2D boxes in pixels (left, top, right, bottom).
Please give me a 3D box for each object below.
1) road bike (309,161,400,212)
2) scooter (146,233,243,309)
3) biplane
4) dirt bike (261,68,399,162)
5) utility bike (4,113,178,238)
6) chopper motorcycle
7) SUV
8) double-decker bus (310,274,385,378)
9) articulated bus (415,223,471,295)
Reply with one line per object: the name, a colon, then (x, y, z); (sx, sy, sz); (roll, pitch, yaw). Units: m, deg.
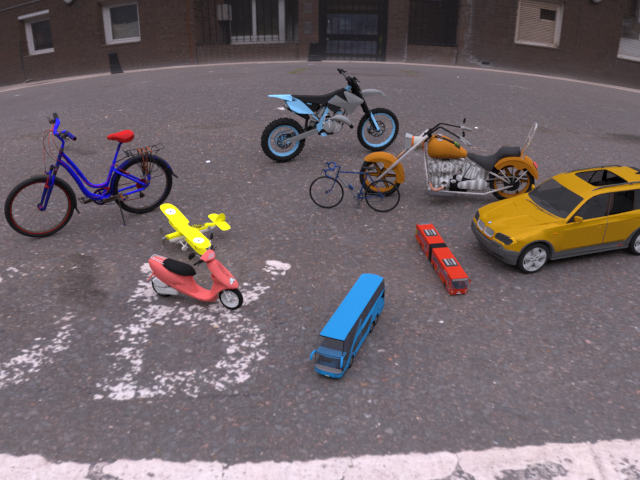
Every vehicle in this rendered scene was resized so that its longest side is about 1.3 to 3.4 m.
road bike: (0.578, -0.885, 11.763); (1.545, 0.852, 0.358); (4, 28, 8)
scooter: (-1.667, 0.426, 9.189); (1.399, 0.919, 0.662); (9, 29, 16)
biplane: (-1.912, -0.142, 10.719); (1.090, 0.504, 1.336); (-19, 33, -32)
dirt bike: (0.230, -2.443, 13.857); (2.903, 1.666, 1.024); (-8, 29, -15)
utility bike: (-3.526, -1.029, 10.973); (2.791, 1.839, 1.039); (-17, 32, -29)
chopper motorcycle: (2.207, -1.381, 12.031); (3.040, 1.480, 0.906); (5, 28, 9)
SUV: (3.822, -0.406, 10.551); (3.058, 1.128, 1.276); (-8, 29, -15)
double-decker bus: (0.379, 1.021, 8.460); (0.389, 0.541, 1.672); (11, 30, 20)
articulated bus: (1.753, 0.241, 10.219); (0.311, 0.289, 1.749); (-4, 28, -8)
